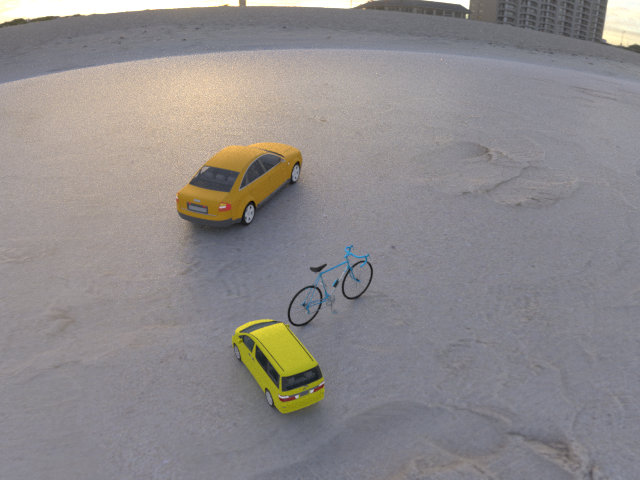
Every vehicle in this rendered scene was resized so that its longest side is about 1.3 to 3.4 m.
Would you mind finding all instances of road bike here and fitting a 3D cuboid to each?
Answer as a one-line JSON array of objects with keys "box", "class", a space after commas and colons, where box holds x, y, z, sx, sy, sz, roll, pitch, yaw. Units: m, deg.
[{"box": [0.166, 0.605, 9.414, 1.545, 0.852, 0.358, -23, 37, -35], "class": "road bike"}]

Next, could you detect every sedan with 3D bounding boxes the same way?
[{"box": [-1.342, -1.183, 12.447, 1.235, 0.940, 3.137, 13, 32, 21], "class": "sedan"}]

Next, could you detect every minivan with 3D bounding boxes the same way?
[{"box": [-0.536, 1.369, 8.316, 0.681, 0.616, 1.548, -15, 33, -25], "class": "minivan"}]
